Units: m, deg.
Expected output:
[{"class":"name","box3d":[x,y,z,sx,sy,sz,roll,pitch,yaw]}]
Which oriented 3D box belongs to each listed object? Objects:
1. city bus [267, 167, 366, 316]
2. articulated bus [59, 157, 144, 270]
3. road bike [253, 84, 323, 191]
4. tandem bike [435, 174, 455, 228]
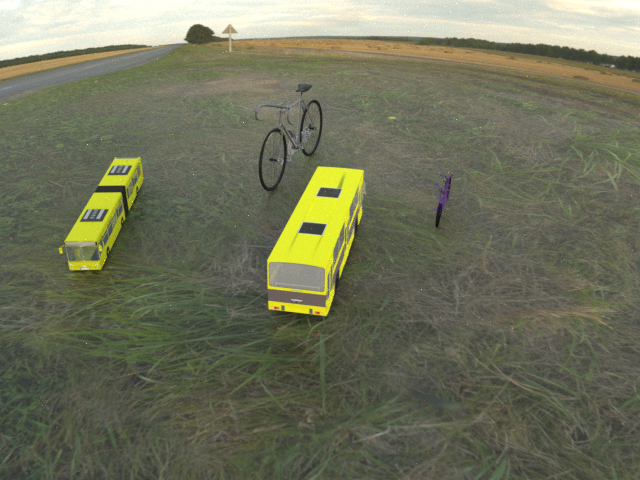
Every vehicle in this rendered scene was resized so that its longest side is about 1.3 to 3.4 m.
[{"class":"city bus","box3d":[0.024,-0.063,10.539,0.926,0.894,3.255,6,29,10]},{"class":"articulated bus","box3d":[-3.554,-0.546,11.773,0.605,0.561,3.401,-1,29,-1]},{"class":"road bike","box3d":[-0.515,-2.098,13.476,0.696,1.656,3.004,11,30,19]},{"class":"tandem bike","box3d":[2.156,-0.807,12.126,0.283,0.682,1.642,8,30,15]}]
